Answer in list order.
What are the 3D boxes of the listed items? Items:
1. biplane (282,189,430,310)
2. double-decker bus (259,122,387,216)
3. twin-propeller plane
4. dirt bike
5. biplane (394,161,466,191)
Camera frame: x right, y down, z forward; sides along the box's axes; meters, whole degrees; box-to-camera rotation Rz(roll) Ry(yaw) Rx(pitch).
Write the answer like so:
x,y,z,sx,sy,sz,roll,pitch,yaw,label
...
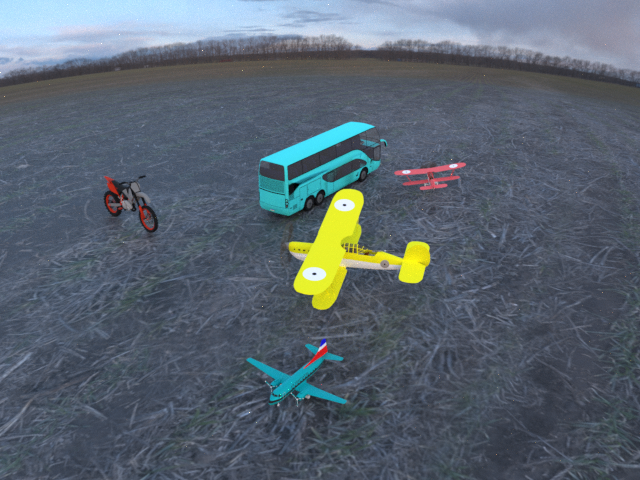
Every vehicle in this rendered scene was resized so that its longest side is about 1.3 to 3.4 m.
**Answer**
x,y,z,sx,sy,sz,roll,pitch,yaw,label
0.466,0.240,9.781,2.120,0.981,2.598,7,27,13,biplane
0.107,-1.409,13.108,0.756,1.052,3.251,17,31,31,double-decker bus
-0.227,1.493,7.851,1.370,0.407,1.095,17,31,31,twin-propeller plane
-3.215,-0.666,11.797,1.493,0.857,0.527,21,33,37,dirt bike
2.076,-1.150,13.201,1.336,0.504,1.090,1,26,2,biplane
